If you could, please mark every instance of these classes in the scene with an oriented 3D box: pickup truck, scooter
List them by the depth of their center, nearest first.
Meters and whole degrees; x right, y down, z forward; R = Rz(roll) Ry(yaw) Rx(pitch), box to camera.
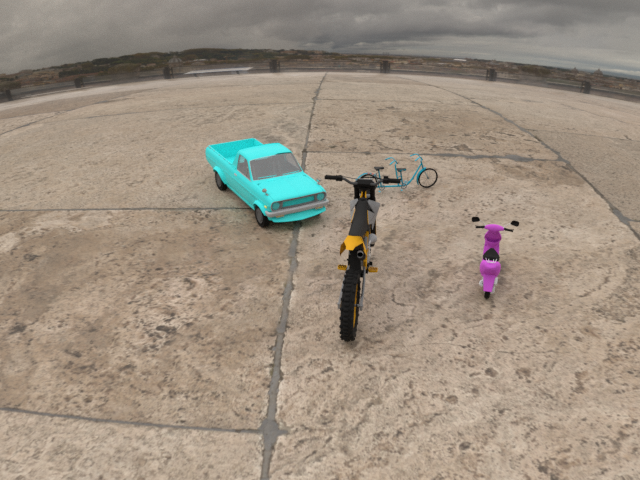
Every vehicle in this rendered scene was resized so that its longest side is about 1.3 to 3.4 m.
[{"bbox_3d":[2.447,0.181,9.982,0.662,0.919,1.399,7,27,13],"label":"scooter"},{"bbox_3d":[-1.049,-1.230,12.732,1.244,0.993,3.117,-14,30,-25],"label":"pickup truck"}]

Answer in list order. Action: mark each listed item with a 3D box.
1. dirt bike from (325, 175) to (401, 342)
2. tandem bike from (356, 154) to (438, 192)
[{"bbox_3d":[0.522,0.031,9.443,1.024,1.666,2.903,4,27,8],"label":"dirt bike"},{"bbox_3d":[1.445,-1.232,13.085,1.642,0.682,0.283,-6,27,-13],"label":"tandem bike"}]
